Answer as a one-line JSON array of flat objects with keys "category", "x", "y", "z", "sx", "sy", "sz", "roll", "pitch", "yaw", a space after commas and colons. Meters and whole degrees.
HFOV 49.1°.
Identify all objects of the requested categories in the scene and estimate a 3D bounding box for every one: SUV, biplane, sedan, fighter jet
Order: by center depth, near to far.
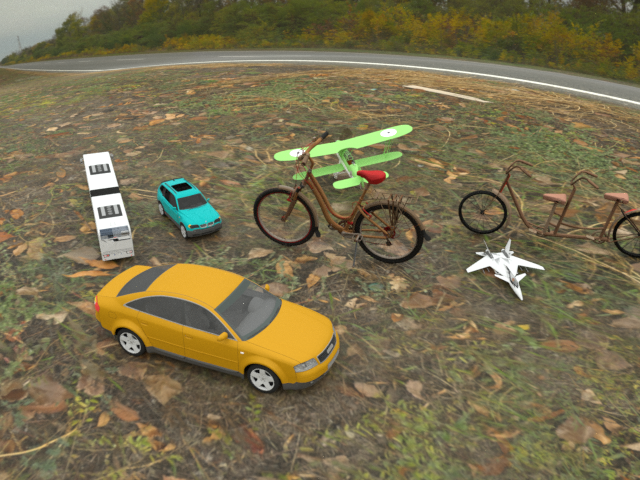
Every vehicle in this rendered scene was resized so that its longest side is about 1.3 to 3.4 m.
[{"category": "sedan", "x": -1.279, "y": 0.925, "z": 8.551, "sx": 3.137, "sy": 0.940, "sz": 1.235, "roll": 11, "pitch": 31, "yaw": 20}, {"category": "fighter jet", "x": 2.730, "y": 0.423, "z": 10.152, "sx": 1.147, "sy": 0.286, "sz": 1.358, "roll": -2, "pitch": 29, "yaw": -3}, {"category": "SUV", "x": -2.204, "y": -0.566, "z": 11.656, "sx": 0.656, "sy": 0.580, "sz": 1.572, "roll": -17, "pitch": 33, "yaw": -28}, {"category": "biplane", "x": 0.497, "y": -1.404, "z": 12.772, "sx": 2.598, "sy": 0.981, "sz": 2.120, "roll": -5, "pitch": 29, "yaw": -10}]

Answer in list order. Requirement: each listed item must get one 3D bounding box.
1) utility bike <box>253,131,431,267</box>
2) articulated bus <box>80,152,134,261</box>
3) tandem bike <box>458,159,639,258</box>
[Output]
[{"category": "utility bike", "x": 0.250, "y": -0.513, "z": 10.246, "sx": 2.791, "sy": 1.839, "sz": 1.039, "roll": 9, "pitch": 30, "yaw": 16}, {"category": "articulated bus", "x": -3.619, "y": -0.665, "z": 11.857, "sx": 0.605, "sy": 0.561, "sz": 3.401, "roll": -10, "pitch": 30, "yaw": -18}, {"category": "tandem bike", "x": 3.748, "y": -0.488, "z": 10.736, "sx": 3.192, "sy": 1.326, "sz": 0.550, "roll": 9, "pitch": 30, "yaw": 16}]
